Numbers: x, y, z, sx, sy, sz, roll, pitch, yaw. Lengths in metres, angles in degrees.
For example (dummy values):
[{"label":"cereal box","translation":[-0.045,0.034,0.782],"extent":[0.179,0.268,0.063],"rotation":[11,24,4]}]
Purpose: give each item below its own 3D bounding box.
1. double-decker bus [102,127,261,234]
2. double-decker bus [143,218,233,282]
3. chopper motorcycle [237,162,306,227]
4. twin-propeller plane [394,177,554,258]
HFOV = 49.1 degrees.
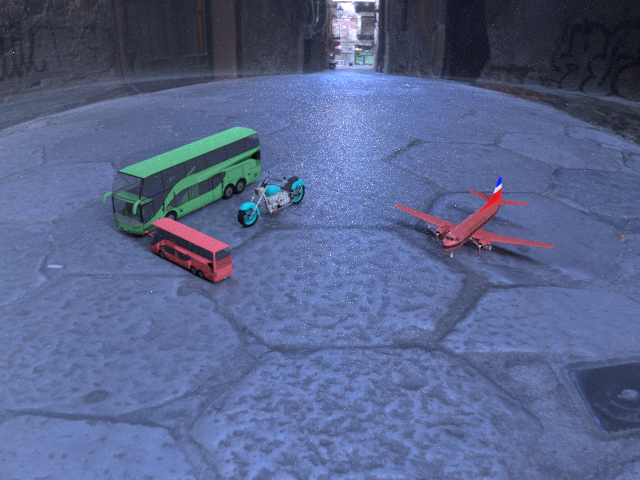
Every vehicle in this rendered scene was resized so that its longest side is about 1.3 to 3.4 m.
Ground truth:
[{"label":"double-decker bus","translation":[-2.257,-1.069,12.170],"extent":[0.756,1.052,3.251],"rotation":[16,30,30]},{"label":"double-decker bus","translation":[-1.953,0.117,10.317],"extent":[1.672,0.541,0.389],"rotation":[22,33,37]},{"label":"chopper motorcycle","translation":[-0.806,-0.781,11.911],"extent":[0.466,0.761,1.563],"rotation":[21,33,36]},{"label":"twin-propeller plane","translation":[2.437,-0.359,11.009],"extent":[2.663,0.792,2.129],"rotation":[17,31,32]}]
